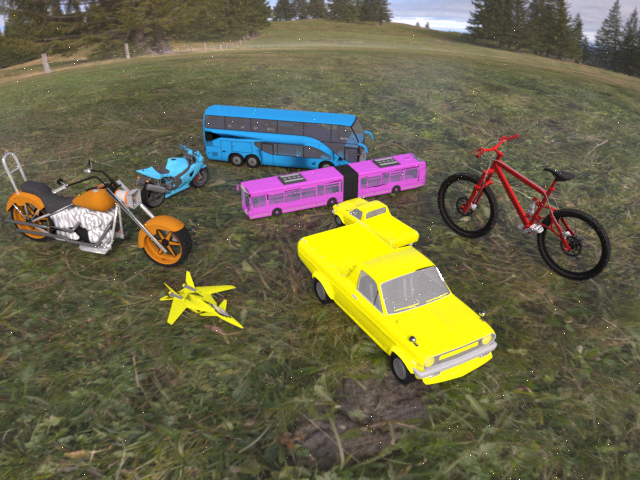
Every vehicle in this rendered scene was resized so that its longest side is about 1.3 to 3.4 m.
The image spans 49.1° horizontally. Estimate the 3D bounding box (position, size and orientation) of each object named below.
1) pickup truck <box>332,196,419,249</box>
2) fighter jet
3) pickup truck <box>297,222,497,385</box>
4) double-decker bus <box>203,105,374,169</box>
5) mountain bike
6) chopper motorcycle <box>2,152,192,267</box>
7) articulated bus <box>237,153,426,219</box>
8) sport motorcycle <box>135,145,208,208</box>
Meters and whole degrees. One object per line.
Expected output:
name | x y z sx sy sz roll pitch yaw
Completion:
pickup truck | 0.861 -0.303 11.184 0.640 0.511 1.603 -18 35 -29
fighter jet | -1.509 0.844 9.403 1.358 0.286 1.147 23 37 35
pickup truck | 0.879 0.619 9.085 1.244 0.993 3.117 -16 33 -25
double-decker bus | -0.629 -1.942 13.509 3.251 1.052 0.756 6 30 11
mountain bike | 2.956 -0.497 10.338 2.857 1.688 1.114 25 38 37
chopper motorcycle | -3.379 -0.453 10.470 3.040 1.480 0.906 9 31 15
articulated bus | 0.266 -0.972 12.305 3.401 0.561 0.605 -12 32 -20
sport motorcycle | -2.565 -1.124 12.310 0.506 0.821 1.520 22 37 34
